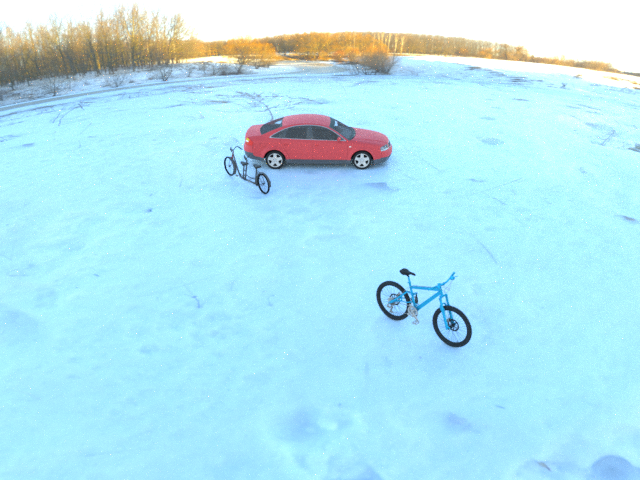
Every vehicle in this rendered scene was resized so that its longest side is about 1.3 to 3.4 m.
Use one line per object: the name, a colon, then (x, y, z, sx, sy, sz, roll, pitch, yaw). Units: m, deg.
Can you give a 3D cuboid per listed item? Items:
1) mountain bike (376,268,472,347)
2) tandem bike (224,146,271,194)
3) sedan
mountain bike: (1.308, 0.804, 8.941, 1.469, 0.868, 0.573, 22, 34, 37)
tandem bike: (-1.435, -1.393, 13.588, 0.283, 0.682, 1.642, -19, 32, -34)
sedan: (-0.041, -2.129, 14.784, 3.137, 0.940, 1.235, 0, 26, 1)
